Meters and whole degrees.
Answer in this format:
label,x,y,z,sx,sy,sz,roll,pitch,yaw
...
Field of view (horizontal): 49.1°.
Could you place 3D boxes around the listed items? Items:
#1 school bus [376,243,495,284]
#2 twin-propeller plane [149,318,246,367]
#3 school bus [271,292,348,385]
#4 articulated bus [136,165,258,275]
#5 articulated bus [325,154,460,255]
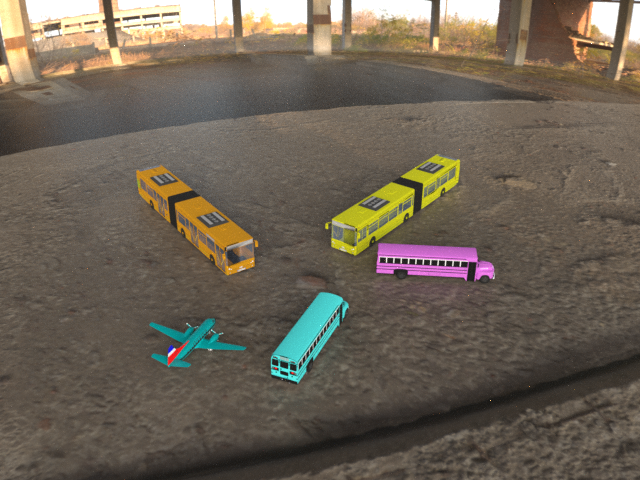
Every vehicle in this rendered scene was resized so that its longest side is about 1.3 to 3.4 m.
label,x,y,z,sx,sy,sz,roll,pitch,yaw
school bus,1.676,0.327,10.173,1.708,0.434,0.365,3,29,5
twin-propeller plane,-1.572,1.210,8.619,1.370,0.407,1.095,11,31,19
school bus,-0.080,1.137,8.723,0.365,0.434,1.708,12,31,20
articulated bus,-2.098,-0.409,11.361,0.605,0.561,3.401,-19,34,-30
articulated bus,1.353,-0.673,11.834,0.605,0.561,3.401,20,35,32
